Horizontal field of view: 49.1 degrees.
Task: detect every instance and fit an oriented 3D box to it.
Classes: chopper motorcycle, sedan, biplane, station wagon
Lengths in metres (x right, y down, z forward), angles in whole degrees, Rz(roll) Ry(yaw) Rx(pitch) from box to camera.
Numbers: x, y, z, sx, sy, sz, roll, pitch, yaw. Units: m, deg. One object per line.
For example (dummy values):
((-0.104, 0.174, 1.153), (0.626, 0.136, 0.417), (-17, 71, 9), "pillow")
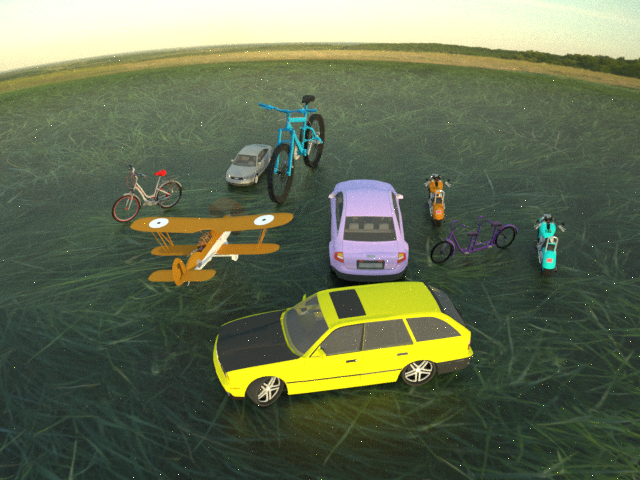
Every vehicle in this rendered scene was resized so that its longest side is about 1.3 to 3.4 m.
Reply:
((2.041, -0.818, 12.318), (0.466, 0.761, 1.563), (2, 29, 4), "chopper motorcycle")
((-1.396, -1.553, 13.957), (0.635, 0.483, 1.613), (7, 29, 12), "sedan")
((3.533, -0.045, 10.898), (0.466, 0.761, 1.563), (6, 29, 11), "chopper motorcycle")
((0.749, -0.360, 11.291), (1.235, 0.940, 3.137), (1, 29, 1), "sedan")
((-1.736, 0.111, 10.382), (2.598, 0.981, 2.120), (7, 29, 12), "biplane")
((0.253, 1.151, 8.537), (3.105, 0.920, 1.327), (-5, 29, -10), "station wagon")

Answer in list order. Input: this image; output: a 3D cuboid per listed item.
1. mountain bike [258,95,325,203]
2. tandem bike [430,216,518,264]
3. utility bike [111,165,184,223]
((-0.417, -1.869, 13.279), (1.114, 1.688, 2.857), (9, 30, 17), "mountain bike")
((2.449, -0.050, 10.990), (1.642, 0.682, 0.283), (-12, 31, -21), "tandem bike")
((-2.965, -0.843, 12.170), (1.435, 0.946, 0.535), (-23, 36, -36), "utility bike")
